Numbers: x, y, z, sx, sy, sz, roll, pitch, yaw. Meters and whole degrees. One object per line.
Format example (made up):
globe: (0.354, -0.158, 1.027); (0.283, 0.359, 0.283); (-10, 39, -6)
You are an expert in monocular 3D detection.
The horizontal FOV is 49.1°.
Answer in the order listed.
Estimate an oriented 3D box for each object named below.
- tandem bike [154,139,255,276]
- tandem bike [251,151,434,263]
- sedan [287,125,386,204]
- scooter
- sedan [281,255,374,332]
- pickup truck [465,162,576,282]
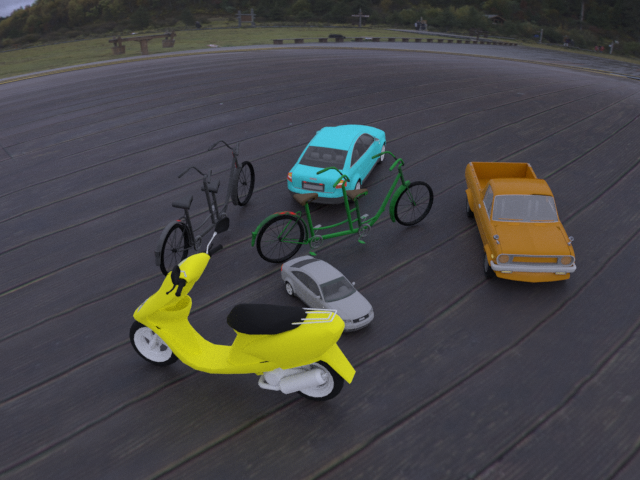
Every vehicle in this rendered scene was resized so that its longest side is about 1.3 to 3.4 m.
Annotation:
tandem bike: (-1.680, -0.619, 10.660); (0.550, 1.326, 3.192); (10, 31, 17)
tandem bike: (0.425, -0.522, 10.489); (3.192, 1.326, 0.550); (-15, 33, -25)
sedan: (0.381, -1.571, 12.732); (1.235, 0.940, 3.137); (10, 31, 16)
scooter: (-0.937, 0.846, 7.606); (2.721, 1.786, 1.288); (9, 31, 16)
sedan: (0.080, 0.647, 9.279); (0.635, 0.483, 1.613); (-19, 35, -30)
pickup truck: (2.982, -0.466, 10.728); (1.244, 0.993, 3.117); (1, 30, 2)
